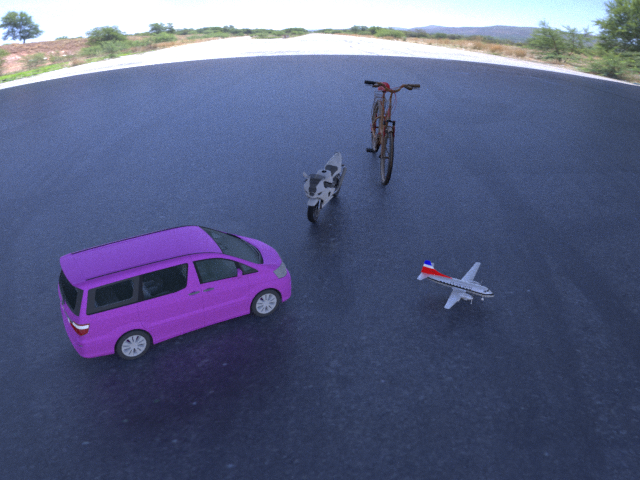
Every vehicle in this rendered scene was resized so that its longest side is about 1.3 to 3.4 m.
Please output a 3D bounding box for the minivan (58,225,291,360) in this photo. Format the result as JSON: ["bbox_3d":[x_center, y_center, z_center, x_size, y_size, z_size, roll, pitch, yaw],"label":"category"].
[{"bbox_3d":[-1.845,0.525,9.237,3.011,1.197,1.324,-16,33,-26],"label":"minivan"}]

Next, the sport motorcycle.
[{"bbox_3d":[0.083,-0.928,12.206,0.506,0.821,1.520,10,31,17],"label":"sport motorcycle"}]

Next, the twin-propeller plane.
[{"bbox_3d":[1.948,0.580,9.945,1.095,0.407,1.370,15,33,25],"label":"twin-propeller plane"}]

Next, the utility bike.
[{"bbox_3d":[1.319,-2.306,13.620,1.039,1.839,2.791,-1,29,-2],"label":"utility bike"}]
